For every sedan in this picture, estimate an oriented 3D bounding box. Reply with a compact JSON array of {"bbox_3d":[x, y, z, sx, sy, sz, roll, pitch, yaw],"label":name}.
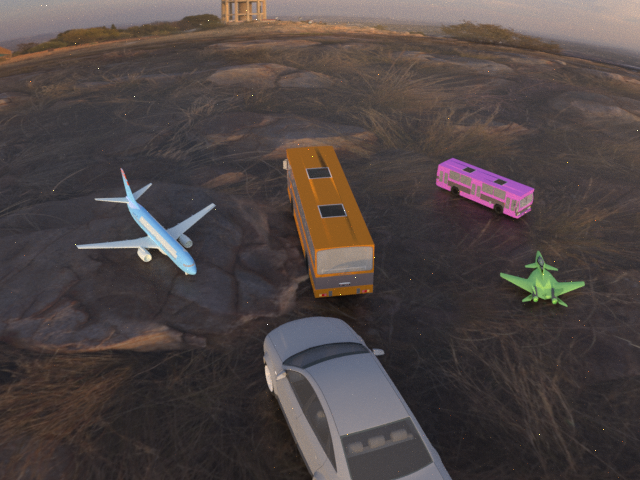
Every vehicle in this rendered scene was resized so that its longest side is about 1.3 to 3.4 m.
[{"bbox_3d":[0.261,1.689,7.227,1.235,0.940,3.137,-11,33,-17],"label":"sedan"}]

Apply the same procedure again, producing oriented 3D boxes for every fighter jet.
[{"bbox_3d":[3.145,0.434,9.902,1.147,0.286,1.358,6,32,9],"label":"fighter jet"}]

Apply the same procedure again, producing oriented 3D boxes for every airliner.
[{"bbox_3d":[-2.475,-0.274,10.535,2.257,0.835,2.541,-20,37,-30],"label":"airliner"}]

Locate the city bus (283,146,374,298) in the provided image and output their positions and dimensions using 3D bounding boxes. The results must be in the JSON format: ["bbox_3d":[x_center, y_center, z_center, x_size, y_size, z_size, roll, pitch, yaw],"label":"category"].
[{"bbox_3d":[0.075,-0.354,10.607,0.926,0.894,3.255,-5,32,-8],"label":"city bus"}]

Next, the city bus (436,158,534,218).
[{"bbox_3d":[2.769,-0.879,11.881,0.476,0.460,1.674,-27,40,-36],"label":"city bus"}]
